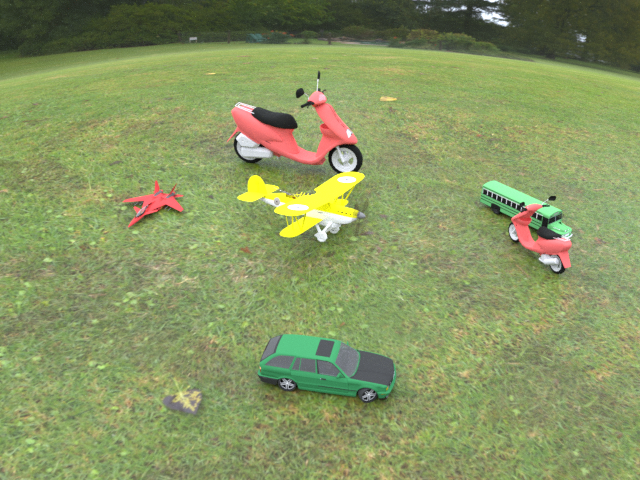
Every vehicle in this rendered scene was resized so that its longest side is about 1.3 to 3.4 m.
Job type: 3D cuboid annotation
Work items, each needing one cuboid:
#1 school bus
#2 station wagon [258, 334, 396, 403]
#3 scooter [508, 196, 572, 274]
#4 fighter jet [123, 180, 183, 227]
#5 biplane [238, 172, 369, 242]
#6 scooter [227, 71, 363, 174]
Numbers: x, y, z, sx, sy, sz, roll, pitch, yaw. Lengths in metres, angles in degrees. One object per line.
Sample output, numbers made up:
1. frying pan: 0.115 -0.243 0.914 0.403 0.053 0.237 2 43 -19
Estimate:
1. school bus: 3.415 -0.487 11.604 0.365 0.434 1.708 -20 35 -31
2. station wagon: 0.094 1.451 8.185 1.597 0.473 0.682 6 30 10
3. scooter: 3.302 -0.137 10.507 0.662 0.919 1.399 -12 32 -19
4. fighter jet: -2.922 -0.604 11.957 1.147 0.286 1.358 9 31 16
5. biplane: -0.232 -0.583 11.223 2.120 0.981 2.598 14 33 23
6. scooter: -0.497 -2.170 13.180 2.721 1.786 1.288 9 31 15
